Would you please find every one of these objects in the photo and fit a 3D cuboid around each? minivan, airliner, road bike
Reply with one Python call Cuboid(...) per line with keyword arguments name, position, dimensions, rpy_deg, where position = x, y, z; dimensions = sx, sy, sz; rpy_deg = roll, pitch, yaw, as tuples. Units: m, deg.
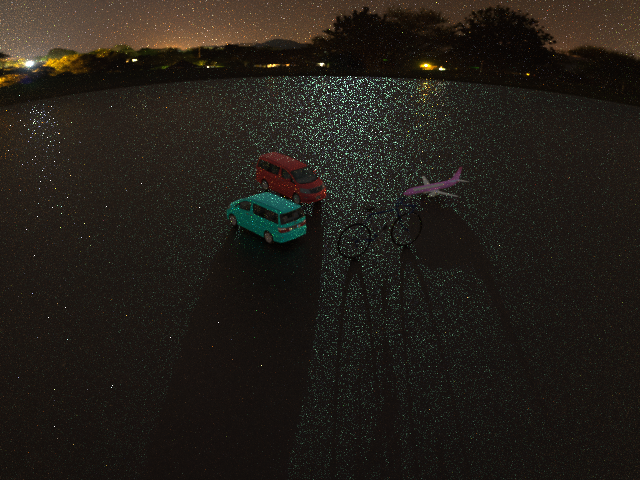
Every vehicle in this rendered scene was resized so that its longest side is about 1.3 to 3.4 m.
Cuboid(name="minivan", position=(-0.927, -0.441, 11.665), dimensions=(0.681, 0.616, 1.548), rpy_deg=(-23, 34, -38))
Cuboid(name="airliner", position=(2.143, -1.085, 13.203), dimensions=(1.307, 0.429, 1.161), rpy_deg=(-12, 28, -22))
Cuboid(name="minivan", position=(-0.549, -1.170, 13.164), dimensions=(0.681, 0.616, 1.548), rpy_deg=(-21, 33, -37))
Cuboid(name="road bike", position=(0.953, -0.192, 10.882), dimensions=(1.545, 0.852, 0.358), rpy_deg=(-13, 29, -24))
